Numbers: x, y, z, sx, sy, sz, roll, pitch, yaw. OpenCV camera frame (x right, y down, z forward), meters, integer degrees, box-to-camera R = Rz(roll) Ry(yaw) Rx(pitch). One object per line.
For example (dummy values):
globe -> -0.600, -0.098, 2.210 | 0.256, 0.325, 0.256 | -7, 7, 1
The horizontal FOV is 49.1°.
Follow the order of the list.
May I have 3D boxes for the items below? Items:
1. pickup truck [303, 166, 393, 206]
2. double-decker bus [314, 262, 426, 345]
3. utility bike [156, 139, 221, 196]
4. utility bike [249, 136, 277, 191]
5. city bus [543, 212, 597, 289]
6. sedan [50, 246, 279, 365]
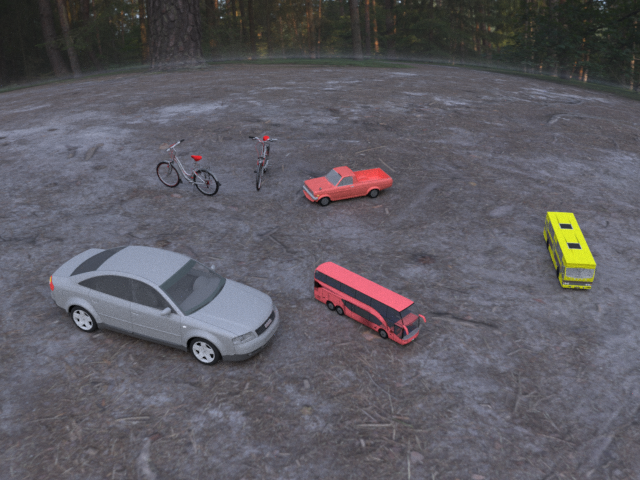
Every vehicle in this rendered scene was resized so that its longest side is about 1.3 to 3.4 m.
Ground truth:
pickup truck -> 0.506, -1.045, 12.745 | 1.603, 0.511, 0.640 | -11, 30, -19
double-decker bus -> 0.611, 0.830, 9.255 | 1.672, 0.541, 0.389 | 25, 37, 38
utility bike -> -2.444, -1.281, 12.722 | 1.435, 0.946, 0.535 | 13, 31, 23
utility bike -> -1.036, -1.571, 13.258 | 0.535, 0.946, 1.435 | 2, 29, 4
city bus -> 3.749, 0.144, 10.606 | 0.476, 0.460, 1.674 | 3, 29, 6
sedan -> -2.033, 0.701, 9.075 | 3.137, 0.940, 1.235 | 11, 30, 20
